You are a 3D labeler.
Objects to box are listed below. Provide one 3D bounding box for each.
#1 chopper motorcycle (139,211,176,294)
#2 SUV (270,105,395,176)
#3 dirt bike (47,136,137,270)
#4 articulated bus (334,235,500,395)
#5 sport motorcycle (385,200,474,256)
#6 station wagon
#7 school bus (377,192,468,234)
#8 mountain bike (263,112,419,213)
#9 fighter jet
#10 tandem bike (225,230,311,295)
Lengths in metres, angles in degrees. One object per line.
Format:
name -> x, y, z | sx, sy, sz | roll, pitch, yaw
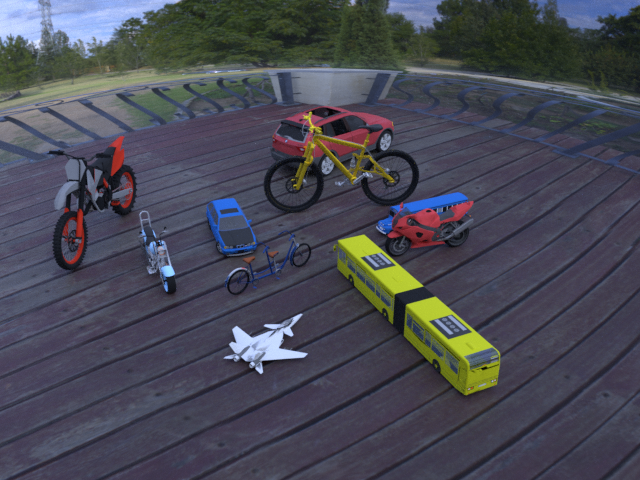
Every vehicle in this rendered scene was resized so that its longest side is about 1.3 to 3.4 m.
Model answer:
chopper motorcycle -> -2.475, 0.173, 10.631 | 0.466, 0.761, 1.563 | -13, 30, -23
SUV -> 0.327, -2.286, 14.923 | 1.276, 1.128, 3.058 | 23, 36, 37
dirt bike -> -3.658, -0.771, 11.456 | 1.024, 1.666, 2.903 | 4, 28, 8
articulated bus -> 1.181, 0.872, 9.514 | 0.605, 0.561, 3.401 | -12, 30, -22
sport motorcycle -> 1.758, -0.194, 11.265 | 1.520, 0.821, 0.506 | -9, 29, -17
station wagon -> -1.507, -0.264, 11.774 | 0.682, 0.473, 1.597 | -9, 29, -16
school bus -> 1.781, -0.450, 12.170 | 1.708, 0.434, 0.365 | -13, 30, -23
mountain bike -> 0.405, -1.331, 12.500 | 2.857, 1.688, 1.114 | -5, 28, -9
fighter jet -> -0.608, 1.214, 9.156 | 1.147, 0.286, 1.358 | 16, 32, 28
tandem bike -> -0.753, 0.305, 10.463 | 1.642, 0.682, 0.283 | -23, 35, -36
